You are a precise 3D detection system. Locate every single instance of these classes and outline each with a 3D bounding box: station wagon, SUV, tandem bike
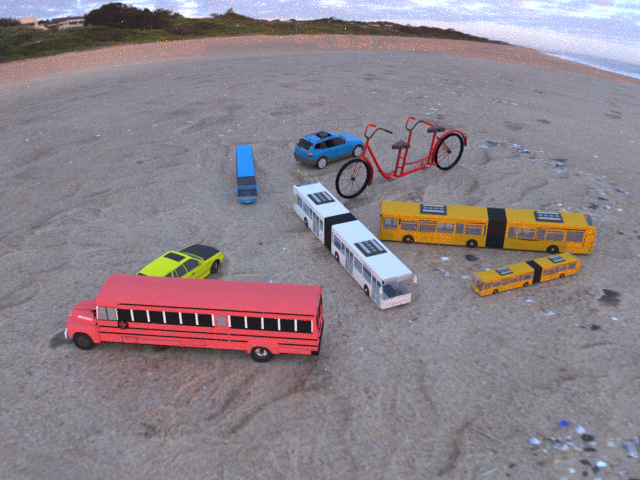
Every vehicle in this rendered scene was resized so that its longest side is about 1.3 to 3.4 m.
[{"bbox_3d":[-2.086,0.430,10.269,0.682,0.473,1.597,16,33,26],"label":"station wagon"},{"bbox_3d":[0.199,-1.935,14.342,1.572,0.580,0.656,-22,36,-34],"label":"SUV"},{"bbox_3d":[1.602,-1.667,13.111,3.192,1.326,0.550,-18,34,-29],"label":"tandem bike"}]

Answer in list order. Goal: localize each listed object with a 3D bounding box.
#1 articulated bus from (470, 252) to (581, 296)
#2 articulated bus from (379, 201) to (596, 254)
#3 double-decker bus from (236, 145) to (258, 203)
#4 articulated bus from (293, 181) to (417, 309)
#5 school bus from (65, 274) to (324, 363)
[{"bbox_3d":[3.053,0.493,10.346,1.749,0.289,0.311,-11,31,-19],"label":"articulated bus"},{"bbox_3d":[2.629,-0.213,11.316,3.401,0.561,0.605,4,30,7],"label":"articulated bus"},{"bbox_3d":[-1.394,-1.239,13.150,0.389,0.541,1.672,-4,30,-6],"label":"double-decker bus"},{"bbox_3d":[0.411,-0.027,10.989,0.605,0.561,3.401,-12,32,-20],"label":"articulated bus"},{"bbox_3d":[-1.628,0.965,8.947,3.322,0.844,0.709,3,30,5],"label":"school bus"}]
